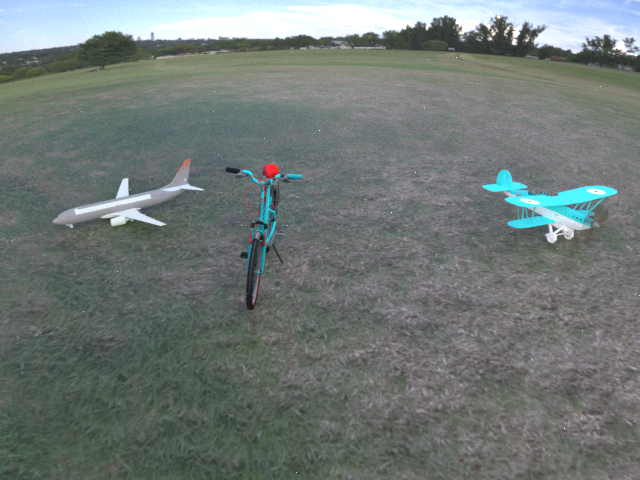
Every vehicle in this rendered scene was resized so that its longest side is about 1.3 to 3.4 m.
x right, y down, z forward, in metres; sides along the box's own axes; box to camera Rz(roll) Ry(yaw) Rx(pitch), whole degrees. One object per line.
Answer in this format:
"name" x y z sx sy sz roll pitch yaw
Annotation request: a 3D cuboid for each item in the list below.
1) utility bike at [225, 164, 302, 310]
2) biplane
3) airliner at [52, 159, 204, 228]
"utility bike" -0.738 -0.310 10.151 1.039 1.839 2.791 2 28 3
"biplane" 3.737 -0.591 11.605 2.598 0.981 2.120 -18 33 -30
"airliner" -3.372 -0.800 12.157 2.541 0.835 2.257 -15 31 -26
